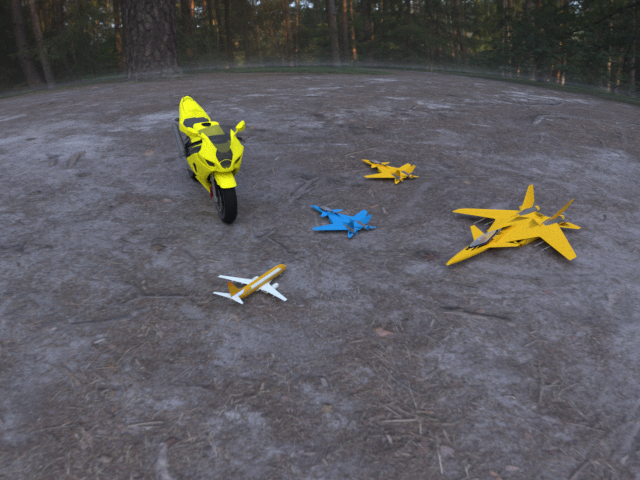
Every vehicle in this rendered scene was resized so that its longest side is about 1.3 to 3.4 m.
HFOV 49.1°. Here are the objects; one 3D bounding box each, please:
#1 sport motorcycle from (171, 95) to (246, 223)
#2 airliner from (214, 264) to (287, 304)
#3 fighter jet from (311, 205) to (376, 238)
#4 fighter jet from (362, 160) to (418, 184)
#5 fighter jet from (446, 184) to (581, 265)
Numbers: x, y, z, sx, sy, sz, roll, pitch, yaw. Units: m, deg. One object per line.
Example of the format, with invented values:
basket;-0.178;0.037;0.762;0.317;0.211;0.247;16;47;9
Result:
sport motorcycle;-1.961;-1.471;12.240;0.983;1.596;2.955;-11;29;-20
airliner;-0.852;0.511;9.632;1.161;0.429;1.307;17;31;29
fighter jet;0.268;-0.439;11.655;1.147;0.286;1.358;-20;33;-34
fighter jet;1.253;-1.456;13.653;1.147;0.286;1.358;-19;32;-32
fighter jet;2.844;-0.178;10.846;2.640;0.557;2.229;-21;34;-35
